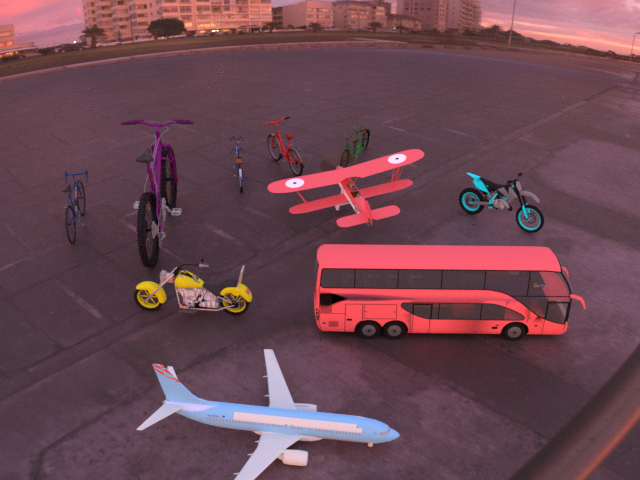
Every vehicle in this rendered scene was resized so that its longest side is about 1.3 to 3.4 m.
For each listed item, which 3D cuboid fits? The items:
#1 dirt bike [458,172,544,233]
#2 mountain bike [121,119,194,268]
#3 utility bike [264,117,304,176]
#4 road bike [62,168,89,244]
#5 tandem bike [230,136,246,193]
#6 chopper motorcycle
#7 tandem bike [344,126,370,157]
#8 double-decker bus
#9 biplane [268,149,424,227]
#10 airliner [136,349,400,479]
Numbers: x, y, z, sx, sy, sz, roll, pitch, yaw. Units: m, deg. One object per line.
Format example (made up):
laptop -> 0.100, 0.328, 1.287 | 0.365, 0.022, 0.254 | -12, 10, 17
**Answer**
dirt bike -> 2.913, -0.659, 11.219 | 1.493, 0.857, 0.527 | 22, 36, 34
mountain bike -> -2.478, -0.839, 10.690 | 1.114, 1.688, 2.857 | -1, 29, -2
utility bike -> -0.706, -1.766, 13.115 | 0.535, 0.946, 1.435 | -16, 33, -26
road bike -> -3.881, -0.576, 11.076 | 0.358, 0.852, 1.545 | -4, 29, -7
tandem bike -> -1.483, -1.435, 12.792 | 0.283, 0.682, 1.642 | -4, 29, -7
chopper motorcycle -> -1.653, 0.613, 9.035 | 1.563, 0.761, 0.466 | 4, 29, 6
tandem bike -> 0.698, -1.889, 13.607 | 0.283, 0.682, 1.642 | 11, 31, 20
double-decker bus -> 1.554, 0.630, 8.707 | 3.251, 1.052, 0.756 | 1, 29, 1
biplane -> 0.500, -0.731, 11.222 | 2.598, 0.981, 2.120 | -6, 30, -11
airliner -> -0.462, 1.676, 7.052 | 2.541, 0.835, 2.257 | 4, 29, 6
